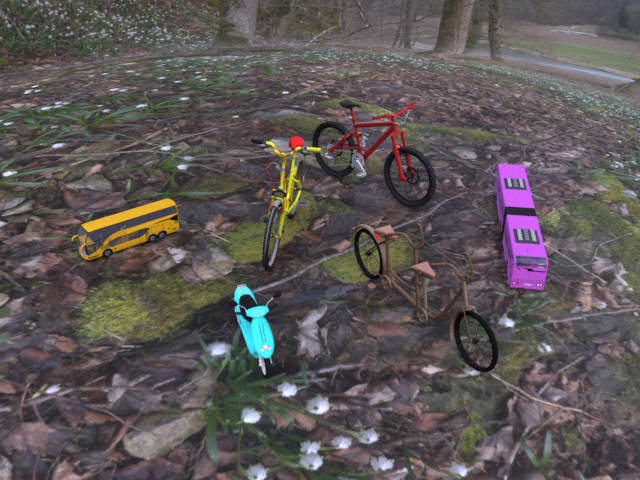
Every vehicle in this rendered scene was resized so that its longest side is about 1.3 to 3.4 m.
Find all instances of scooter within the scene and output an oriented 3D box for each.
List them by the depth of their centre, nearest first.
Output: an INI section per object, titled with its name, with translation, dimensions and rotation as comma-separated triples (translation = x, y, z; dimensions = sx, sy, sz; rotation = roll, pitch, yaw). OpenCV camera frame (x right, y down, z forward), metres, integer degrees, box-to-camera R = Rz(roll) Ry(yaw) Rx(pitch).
[scooter]
translation = -0.830, 0.994, 8.711
dimensions = 0.662, 0.919, 1.399
rotation = -10, 32, -17

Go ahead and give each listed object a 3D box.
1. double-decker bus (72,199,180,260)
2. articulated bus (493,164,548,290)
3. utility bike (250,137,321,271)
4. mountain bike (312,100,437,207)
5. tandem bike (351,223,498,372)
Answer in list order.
[double-decker bus]
translation = -3.040, -0.166, 11.076
dimensions = 1.672, 0.541, 0.389
rotation = -21, 36, -32
[articulated bus]
translation = 3.202, -0.327, 11.332
dimensions = 0.605, 0.561, 3.401
rotation = 4, 31, 7
[utility bike]
translation = -0.444, -0.815, 10.900
dimensions = 1.039, 1.839, 2.791
rotation = 5, 31, 8
[mountain bike]
translation = 0.903, -1.652, 12.487
dimensions = 2.857, 1.688, 1.114
rotation = 26, 39, 37
[tandem bike]
translation = 1.280, 0.462, 9.219
dimensions = 0.550, 1.326, 3.192
rotation = -16, 34, -25
